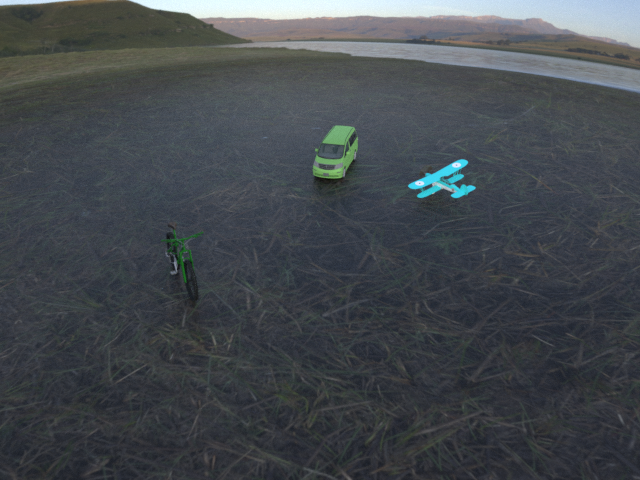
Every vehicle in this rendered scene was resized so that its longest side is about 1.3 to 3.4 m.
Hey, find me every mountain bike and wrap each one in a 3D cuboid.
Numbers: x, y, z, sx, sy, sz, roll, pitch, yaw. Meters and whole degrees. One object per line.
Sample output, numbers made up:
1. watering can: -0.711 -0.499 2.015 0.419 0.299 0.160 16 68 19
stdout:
1. mountain bike: -1.932 0.219 9.680 0.573 0.868 1.469 -12 30 -22

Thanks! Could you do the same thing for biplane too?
1. biplane: 2.193 -0.979 12.330 1.336 0.504 1.090 -18 33 -31

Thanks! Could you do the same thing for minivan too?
1. minivan: 0.312 -1.707 13.586 0.681 0.616 1.548 7 29 13
